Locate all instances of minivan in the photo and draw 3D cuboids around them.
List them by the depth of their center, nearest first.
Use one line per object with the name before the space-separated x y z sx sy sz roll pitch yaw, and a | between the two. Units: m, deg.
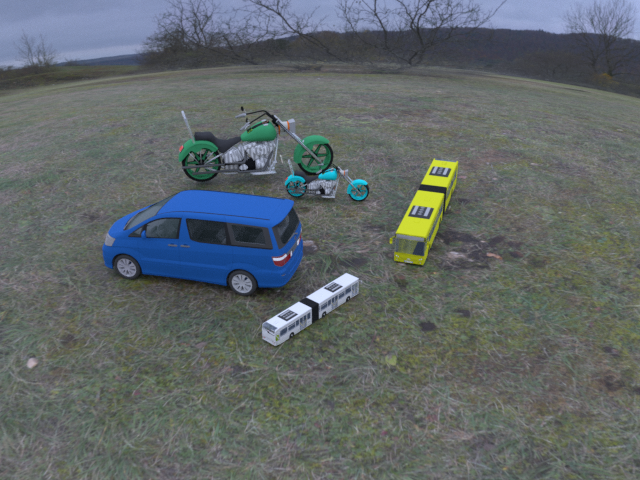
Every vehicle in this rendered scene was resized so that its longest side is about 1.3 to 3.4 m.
minivan | -1.795 -0.068 10.499 3.011 1.197 1.324 7 29 13

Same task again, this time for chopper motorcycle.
chopper motorcycle | 0.128 -1.100 12.905 1.563 0.761 0.466 2 28 4
chopper motorcycle | -1.231 -1.887 13.620 3.040 1.480 0.906 -6 29 -12

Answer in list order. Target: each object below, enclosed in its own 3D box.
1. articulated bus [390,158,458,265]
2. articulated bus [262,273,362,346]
articulated bus | 1.891 -0.585 12.149 0.605 0.561 3.401 9 29 16
articulated bus | -0.087 0.926 9.597 0.311 0.289 1.749 22 35 36
